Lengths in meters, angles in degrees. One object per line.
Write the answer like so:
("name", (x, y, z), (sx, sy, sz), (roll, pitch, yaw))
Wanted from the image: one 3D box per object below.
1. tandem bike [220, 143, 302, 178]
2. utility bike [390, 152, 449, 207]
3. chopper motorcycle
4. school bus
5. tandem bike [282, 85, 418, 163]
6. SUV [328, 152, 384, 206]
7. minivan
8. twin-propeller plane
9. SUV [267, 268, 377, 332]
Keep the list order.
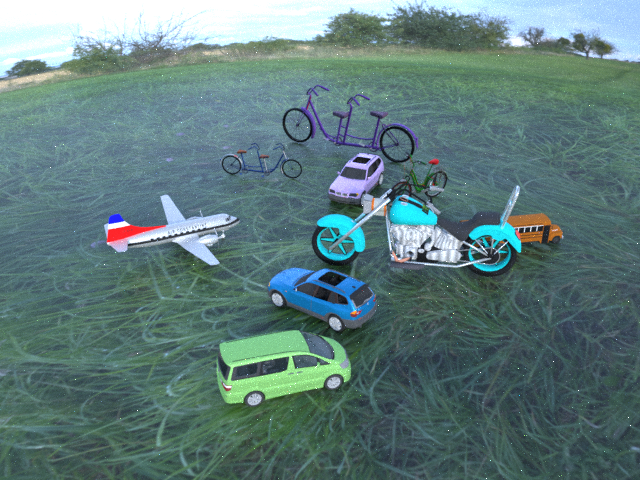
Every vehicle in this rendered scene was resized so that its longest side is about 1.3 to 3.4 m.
("tandem bike", (-1.152, -1.544, 13.518), (1.642, 0.682, 0.283), (5, 29, 9))
("utility bike", (1.797, -1.071, 12.357), (1.435, 0.946, 0.535), (-17, 33, -29))
("chopper motorcycle", (1.386, -0.209, 10.183), (3.040, 1.480, 0.906), (5, 29, 10))
("school bus", (3.056, -0.141, 11.163), (1.708, 0.434, 0.365), (-5, 29, -10))
("tandem bike", (0.563, -2.434, 14.497), (3.192, 1.326, 0.550), (15, 32, 26))
("SUV", (0.691, -1.150, 12.891), (0.656, 0.580, 1.572), (12, 30, 21))
("minivan", (-0.406, 1.412, 8.073), (1.548, 0.616, 0.681), (-9, 29, -16))
("twin-propeller plane", (-2.256, -0.220, 10.932), (2.129, 0.792, 2.663), (-14, 31, -24))
("SUV", (0.012, 0.697, 9.445), (1.572, 0.580, 0.656), (19, 34, 31))
